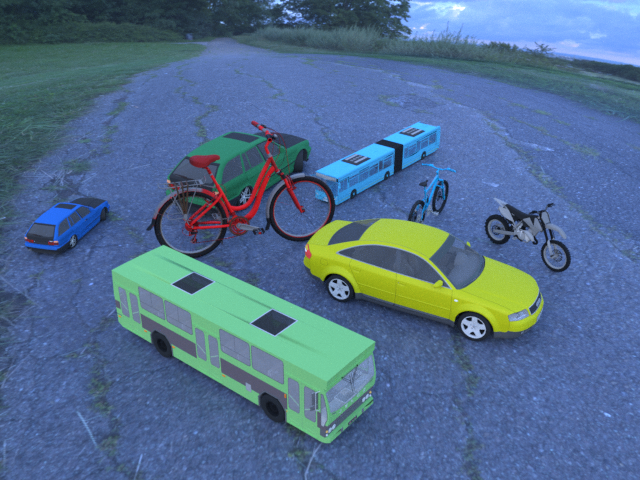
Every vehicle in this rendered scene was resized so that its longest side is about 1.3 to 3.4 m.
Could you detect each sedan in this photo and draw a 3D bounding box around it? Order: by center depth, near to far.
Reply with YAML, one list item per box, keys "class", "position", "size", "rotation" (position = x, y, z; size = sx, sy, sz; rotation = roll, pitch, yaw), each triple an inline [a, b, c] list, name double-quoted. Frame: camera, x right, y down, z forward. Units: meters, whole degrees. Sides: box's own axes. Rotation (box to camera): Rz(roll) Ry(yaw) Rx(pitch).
- class: "sedan"
  position: [1.289, 0.359, 9.011]
  size: [3.137, 0.940, 1.235]
  rotation: [15, 32, 25]

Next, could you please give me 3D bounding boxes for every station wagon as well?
- class: "station wagon"
  position: [-3.854, -0.325, 10.771]
  size: [0.682, 0.473, 1.597]
  rotation: [7, 29, 12]
- class: "station wagon"
  position: [-1.320, -1.401, 12.292]
  size: [1.327, 0.920, 3.105]
  rotation: [15, 32, 26]

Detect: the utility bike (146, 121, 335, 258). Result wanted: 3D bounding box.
- class: "utility bike"
  position: [-1.135, -0.730, 10.082]
  size: [2.791, 1.839, 1.039]
  rotation: [-9, 30, -15]

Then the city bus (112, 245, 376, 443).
- class: "city bus"
  position: [-0.944, 1.064, 7.755]
  size: [3.255, 0.894, 0.926]
  rotation: [21, 35, 33]

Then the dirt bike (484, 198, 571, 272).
- class: "dirt bike"
  position: [2.975, -0.137, 10.019]
  size: [0.527, 0.857, 1.493]
  rotation: [-20, 34, -32]

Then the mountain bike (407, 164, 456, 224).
- class: "mountain bike"
  position: [1.721, -0.655, 10.966]
  size: [0.573, 0.868, 1.469]
  rotation: [17, 32, 28]

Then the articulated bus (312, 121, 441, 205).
- class: "articulated bus"
  position: [1.128, -1.465, 12.790]
  size: [0.605, 0.561, 3.401]
  rotation: [21, 35, 33]
